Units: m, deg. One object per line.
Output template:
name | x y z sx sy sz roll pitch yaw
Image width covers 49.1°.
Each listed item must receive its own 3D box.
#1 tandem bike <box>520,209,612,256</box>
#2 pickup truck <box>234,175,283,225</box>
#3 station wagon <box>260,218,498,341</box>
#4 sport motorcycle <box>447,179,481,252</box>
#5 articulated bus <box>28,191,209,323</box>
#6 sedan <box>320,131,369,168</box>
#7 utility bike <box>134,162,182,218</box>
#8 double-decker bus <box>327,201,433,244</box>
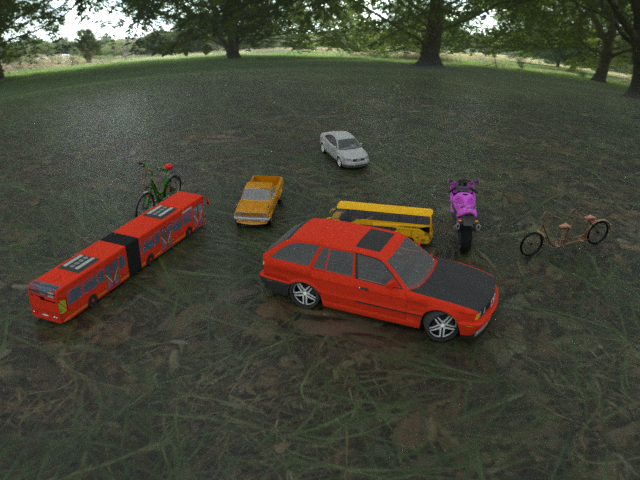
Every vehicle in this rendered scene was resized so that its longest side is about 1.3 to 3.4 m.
tandem bike | 3.751 -0.152 10.600 1.642 0.682 0.283 -9 28 -17
pickup truck | -1.026 -0.748 11.982 0.640 0.511 1.603 3 27 6
station wagon | 0.779 0.410 9.213 3.105 0.920 1.327 12 29 22
sport motorcycle | 2.254 -0.423 10.986 0.506 0.821 1.520 3 27 5
articulated bus | -2.770 0.134 10.165 0.605 0.561 3.401 11 29 21
sedan | 0.489 -1.913 14.338 0.635 0.483 1.613 -9 28 -18
utility bike | -2.668 -0.888 11.775 0.535 0.946 1.435 10 28 19
double-decker bus | 0.934 -0.274 11.001 1.672 0.541 0.389 6 27 12
